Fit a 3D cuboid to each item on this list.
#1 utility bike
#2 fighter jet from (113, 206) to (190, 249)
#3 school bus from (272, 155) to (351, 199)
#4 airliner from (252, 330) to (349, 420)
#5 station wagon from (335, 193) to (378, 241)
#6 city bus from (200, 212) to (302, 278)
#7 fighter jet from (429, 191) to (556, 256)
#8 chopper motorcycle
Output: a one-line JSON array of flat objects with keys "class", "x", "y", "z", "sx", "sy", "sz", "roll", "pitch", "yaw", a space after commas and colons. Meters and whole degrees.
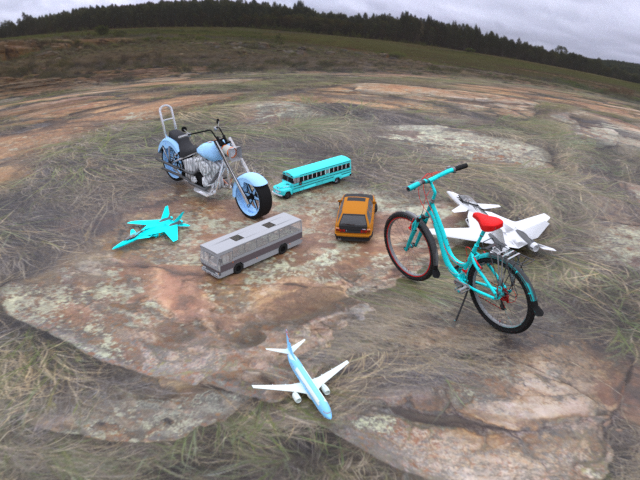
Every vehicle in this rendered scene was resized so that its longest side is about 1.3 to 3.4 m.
[{"class": "utility bike", "x": 1.691, "y": 0.077, "z": 8.981, "sx": 1.039, "sy": 1.839, "sz": 2.791, "roll": -18, "pitch": 31, "yaw": -32}, {"class": "fighter jet", "x": -2.796, "y": -0.170, "z": 11.256, "sx": 1.147, "sy": 0.286, "sz": 1.358, "roll": 19, "pitch": 32, "yaw": 33}, {"class": "school bus", "x": -0.150, "y": -1.193, "z": 13.184, "sx": 1.708, "sy": 0.434, "sz": 0.365, "roll": -20, "pitch": 32, "yaw": -35}, {"class": "airliner", "x": -0.149, "y": 1.478, "z": 7.716, "sx": 1.161, "sy": 0.429, "sz": 1.307, "roll": -11, "pitch": 28, "yaw": -21}, {"class": "station wagon", "x": 0.606, "y": -0.480, "z": 11.679, "sx": 0.682, "sy": 0.473, "sz": 1.597, "roll": 3, "pitch": 26, "yaw": 6}, {"class": "city bus", "x": -1.005, "y": 0.079, "z": 10.548, "sx": 0.476, "sy": 0.460, "sz": 1.674, "roll": 23, "pitch": 34, "yaw": 39}, {"class": "fighter jet", "x": 2.695, "y": -0.485, "z": 11.593, "sx": 2.229, "sy": 0.557, "sz": 2.640, "roll": -7, "pitch": 27, "yaw": -15}, {"class": "chopper motorcycle", "x": -1.949, "y": -1.430, "z": 12.477, "sx": 0.906, "sy": 1.480, "sz": 3.040, "roll": -23, "pitch": 34, "yaw": -39}]
